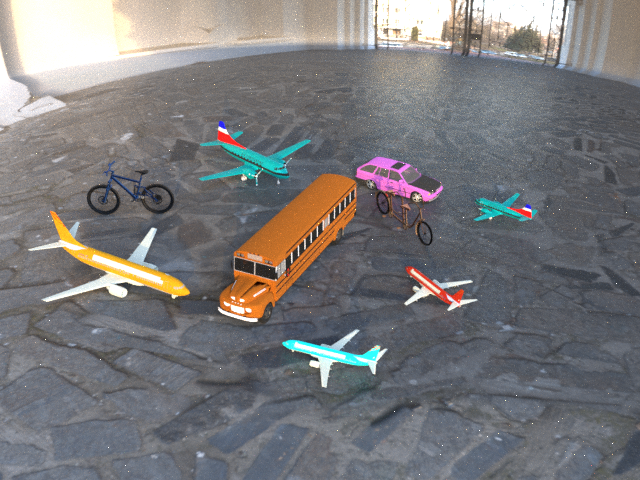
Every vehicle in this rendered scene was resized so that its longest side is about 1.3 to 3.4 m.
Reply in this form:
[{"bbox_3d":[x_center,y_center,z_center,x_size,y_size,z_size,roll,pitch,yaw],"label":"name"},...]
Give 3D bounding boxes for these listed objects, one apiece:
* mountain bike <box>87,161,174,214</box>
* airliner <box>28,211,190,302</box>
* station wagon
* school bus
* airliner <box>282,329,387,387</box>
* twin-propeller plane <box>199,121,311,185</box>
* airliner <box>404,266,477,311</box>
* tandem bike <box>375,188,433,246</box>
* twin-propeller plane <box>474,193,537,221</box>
[{"bbox_3d":[-3.214,-0.827,11.806,1.469,0.868,0.573,-1,30,-2],"label":"mountain bike"},{"bbox_3d":[-2.912,0.223,10.036,2.541,0.835,2.257,15,34,24],"label":"airliner"},{"bbox_3d":[1.441,-1.129,12.717,1.597,0.473,0.682,19,35,30],"label":"station wagon"},{"bbox_3d":[-0.398,0.038,10.344,0.709,0.844,3.322,13,33,22],"label":"school bus"},{"bbox_3d":[0.130,1.318,8.558,1.307,0.429,1.161,12,32,19],"label":"airliner"},{"bbox_3d":[-1.303,-1.653,13.300,2.663,0.792,2.129,-26,39,-37],"label":"twin-propeller plane"},{"bbox_3d":[1.590,0.583,9.820,1.161,0.429,1.307,-16,34,-25],"label":"airliner"},{"bbox_3d":[1.356,-0.496,11.422,0.283,0.682,1.642,-15,34,-24],"label":"tandem bike"},{"bbox_3d":[3.081,-0.561,11.807,1.095,0.407,1.370,26,39,37],"label":"twin-propeller plane"}]
